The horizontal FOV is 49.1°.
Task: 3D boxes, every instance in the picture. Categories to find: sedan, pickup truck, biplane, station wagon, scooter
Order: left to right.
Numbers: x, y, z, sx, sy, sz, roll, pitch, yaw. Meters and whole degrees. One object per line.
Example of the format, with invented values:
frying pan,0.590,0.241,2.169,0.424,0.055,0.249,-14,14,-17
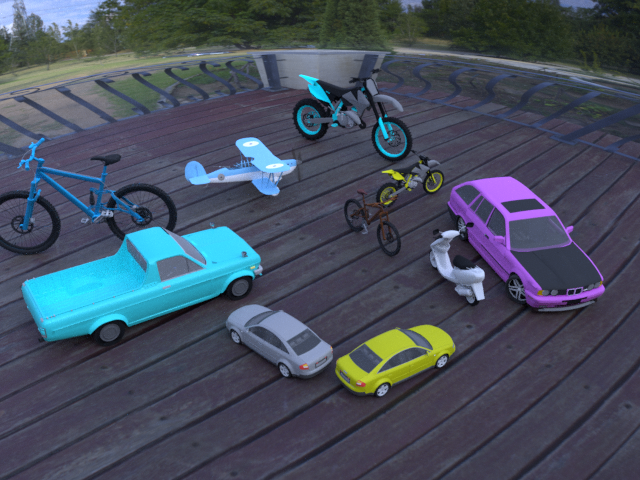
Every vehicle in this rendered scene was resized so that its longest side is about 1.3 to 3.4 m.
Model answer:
pickup truck,-2.357,0.475,9.519,3.117,0.993,1.244,-18,35,-28
biplane,-1.346,-1.239,12.503,2.120,0.981,2.598,-10,31,-16
sedan,-0.544,1.187,8.795,1.613,0.483,0.635,26,39,37
sedan,0.941,1.374,8.470,1.613,0.483,0.635,-18,35,-28
scooter,1.936,0.274,9.942,0.662,0.919,1.399,-11,32,-18
station wagon,3.034,-0.093,10.575,1.327,0.920,3.105,-7,31,-12

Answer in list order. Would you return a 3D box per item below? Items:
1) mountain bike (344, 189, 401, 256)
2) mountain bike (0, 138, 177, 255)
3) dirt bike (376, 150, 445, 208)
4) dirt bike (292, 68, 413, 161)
mountain bike,0.813,-0.348,11.071,0.573,0.868,1.469,-18,34,-28
mountain bike,-3.656,-0.584,10.659,2.857,1.688,1.114,-4,30,-7
dirt bike,1.615,-1.088,12.364,1.493,0.857,0.527,-17,34,-26
dirt bike,0.618,-2.605,14.184,2.903,1.666,1.024,20,35,30
